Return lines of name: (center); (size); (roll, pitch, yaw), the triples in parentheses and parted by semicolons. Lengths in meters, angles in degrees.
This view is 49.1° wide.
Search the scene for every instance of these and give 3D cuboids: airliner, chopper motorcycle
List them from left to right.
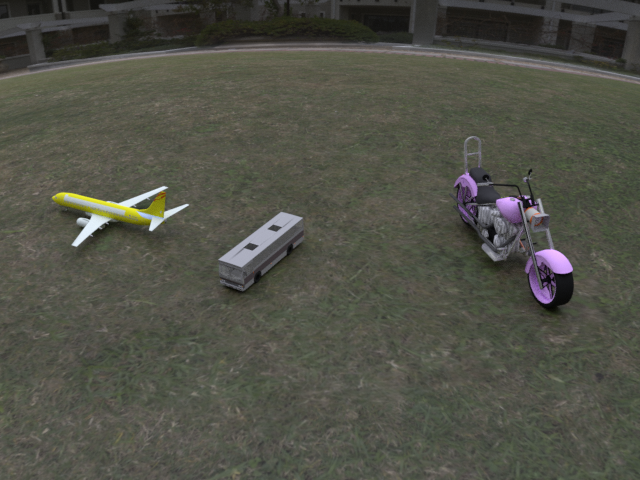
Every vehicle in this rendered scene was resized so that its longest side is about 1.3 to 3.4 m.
airliner: (-3.469, -0.646, 11.453); (2.541, 0.835, 2.257); (14, 33, 23)
chopper motorcycle: (2.791, -0.335, 10.285); (0.906, 1.480, 3.040); (-9, 31, -14)

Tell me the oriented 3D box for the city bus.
city bus: (-0.844, 0.160, 10.448); (0.476, 0.460, 1.674); (16, 34, 25)
